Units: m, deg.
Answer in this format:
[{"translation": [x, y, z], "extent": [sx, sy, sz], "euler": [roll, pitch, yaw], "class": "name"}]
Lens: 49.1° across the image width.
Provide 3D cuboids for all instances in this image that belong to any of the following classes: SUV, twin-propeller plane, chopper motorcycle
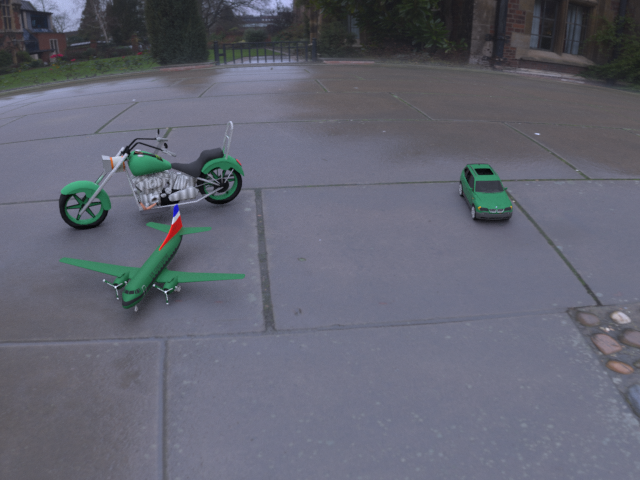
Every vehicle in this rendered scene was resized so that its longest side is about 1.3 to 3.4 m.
[{"translation": [2.829, -0.848, 12.008], "extent": [0.656, 0.580, 1.572], "euler": [-1, 28, -2], "class": "SUV"}, {"translation": [-2.279, 0.241, 9.694], "extent": [2.663, 0.792, 2.129], "euler": [5, 28, 9], "class": "twin-propeller plane"}, {"translation": [-2.736, -1.073, 11.469], "extent": [3.040, 1.480, 0.906], "euler": [-10, 29, -19], "class": "chopper motorcycle"}]
